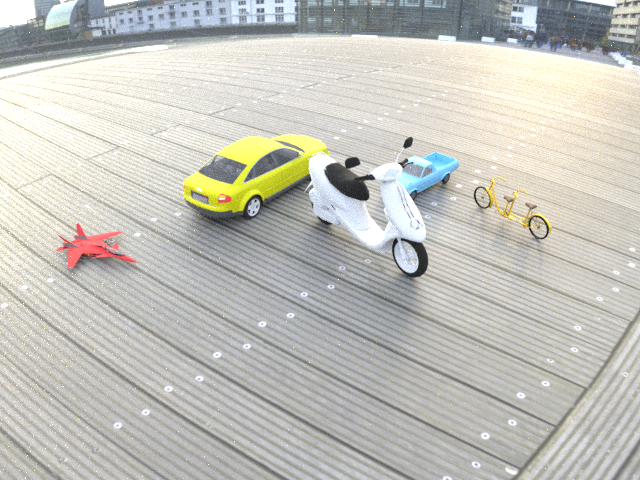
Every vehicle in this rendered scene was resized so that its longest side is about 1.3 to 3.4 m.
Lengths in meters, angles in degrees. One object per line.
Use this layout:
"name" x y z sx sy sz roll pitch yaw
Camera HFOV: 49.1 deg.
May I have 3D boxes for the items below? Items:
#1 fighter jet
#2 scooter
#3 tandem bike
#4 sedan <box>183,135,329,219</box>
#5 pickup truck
"fighter jet" -3.342 0.103 10.688 1.358 0.286 1.147 15 35 23
"scooter" 0.661 -0.672 10.516 1.288 1.786 2.721 -23 38 -32
"tandem bike" 3.122 -0.571 11.408 0.283 0.682 1.642 -20 37 -29
"sedan" -1.039 -1.318 12.377 1.235 0.940 3.137 21 37 31
"pickup truck" 1.821 -1.225 12.636 1.603 0.511 0.640 -27 41 -37
